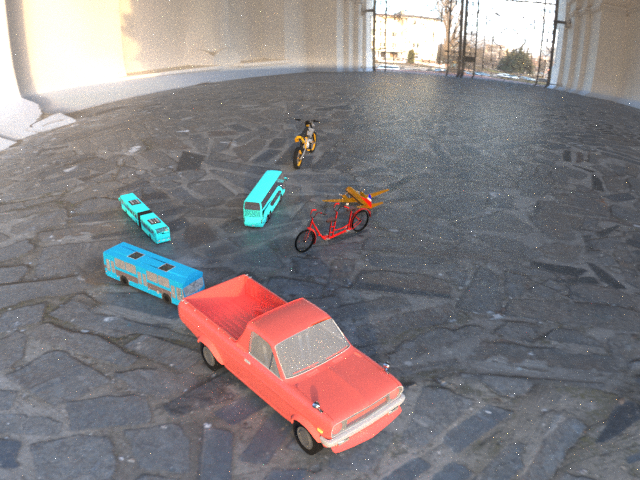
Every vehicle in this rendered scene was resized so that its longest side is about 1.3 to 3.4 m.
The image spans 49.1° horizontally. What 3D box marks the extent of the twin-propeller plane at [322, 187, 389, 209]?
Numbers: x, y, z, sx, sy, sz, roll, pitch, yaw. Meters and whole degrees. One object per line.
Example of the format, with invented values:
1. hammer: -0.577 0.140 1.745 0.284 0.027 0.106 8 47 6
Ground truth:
1. twin-propeller plane: 0.714 -0.823 12.943 1.370 0.407 1.095 -11 29 -20

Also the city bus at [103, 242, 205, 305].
1. city bus: -2.458 0.518 10.311 1.674 0.460 0.476 17 32 30

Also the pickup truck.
1. pickup truck: -0.448 1.257 8.314 1.244 0.993 3.117 -21 34 -35

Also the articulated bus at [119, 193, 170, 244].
1. articulated bus: -3.077 -0.397 12.253 0.311 0.289 1.749 -17 32 -29

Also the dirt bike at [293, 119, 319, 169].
1. dirt bike: -0.321 -2.108 14.922 0.527 0.857 1.493 8 28 14

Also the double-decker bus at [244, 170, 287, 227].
1. double-decker bus: -0.988 -0.785 12.725 0.389 0.541 1.672 6 28 10

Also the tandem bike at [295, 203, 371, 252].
1. tandem bike: 0.235 -0.285 11.612 1.642 0.682 0.283 -20 34 -34
